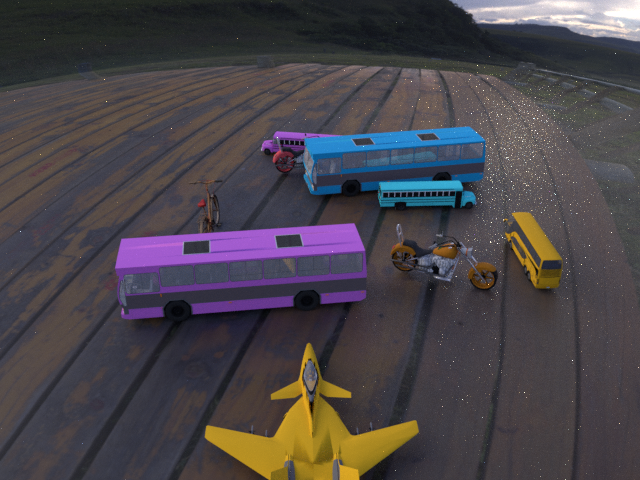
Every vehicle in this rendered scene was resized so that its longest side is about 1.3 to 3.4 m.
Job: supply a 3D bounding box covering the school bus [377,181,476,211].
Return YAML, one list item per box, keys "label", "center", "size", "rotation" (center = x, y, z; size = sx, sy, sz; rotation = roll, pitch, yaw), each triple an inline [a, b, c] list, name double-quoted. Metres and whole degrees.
- label: "school bus"
  center: [1.876, -0.787, 12.216]
  size: [1.708, 0.434, 0.365]
  rotation: [-1, 29, -2]

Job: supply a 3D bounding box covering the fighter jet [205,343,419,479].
- label: "fighter jet"
  center: [-0.090, 1.767, 7.464]
  size: [2.229, 0.557, 2.640]
  rotation: [-1, 29, -2]

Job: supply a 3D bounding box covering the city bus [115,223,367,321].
- label: "city bus"
  center: [-1.037, 0.445, 9.509]
  size: [3.255, 0.894, 0.926]
  rotation: [-4, 29, -7]

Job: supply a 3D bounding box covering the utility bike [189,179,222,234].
- label: "utility bike"
  center: [-1.809, -0.450, 11.077]
  size: [0.535, 0.946, 1.435]
  rotation: [1, 29, 2]

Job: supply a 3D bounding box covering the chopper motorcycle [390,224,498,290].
- label: "chopper motorcycle"
  center: [1.769, 0.243, 10.012]
  size: [1.563, 0.761, 0.466]
  rotation: [11, 31, 20]

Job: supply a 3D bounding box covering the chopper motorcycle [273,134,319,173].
- label: "chopper motorcycle"
  center: [-0.134, -1.687, 13.507]
  size: [1.563, 0.761, 0.466]
  rotation: [-7, 30, -12]

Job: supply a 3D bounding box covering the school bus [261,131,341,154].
- label: "school bus"
  center: [-0.357, -1.952, 14.324]
  size: [1.708, 0.434, 0.365]
  rotation: [5, 29, 9]

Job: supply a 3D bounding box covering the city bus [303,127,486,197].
- label: "city bus"
  center: [1.360, -1.437, 12.917]
  size: [3.255, 0.894, 0.926]
  rotation: [-6, 29, -10]

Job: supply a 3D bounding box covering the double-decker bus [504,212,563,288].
- label: "double-decker bus"
  center: [3.169, 0.109, 10.482]
  size: [0.389, 0.541, 1.672]
  rotation: [-1, 29, -2]
